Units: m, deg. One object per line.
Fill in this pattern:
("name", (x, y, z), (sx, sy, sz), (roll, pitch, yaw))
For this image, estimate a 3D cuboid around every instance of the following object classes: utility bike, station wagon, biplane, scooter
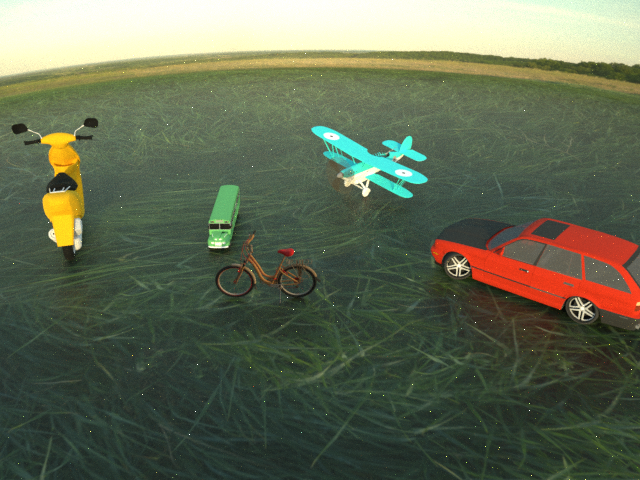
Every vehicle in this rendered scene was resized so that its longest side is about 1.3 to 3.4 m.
("utility bike", (-0.706, 0.405, 9.373), (1.435, 0.946, 0.535), (0, 27, 0))
("station wagon", (3.078, 0.235, 9.735), (3.105, 0.920, 1.327), (20, 33, 34))
("biplane", (1.062, -1.412, 12.913), (2.598, 0.981, 2.120), (24, 35, 38))
("scooter", (-4.052, -0.926, 11.065), (1.288, 1.786, 2.721), (-7, 28, -14))

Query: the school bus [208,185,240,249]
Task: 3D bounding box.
("school bus", (-1.568, -0.385, 11.492), (0.365, 0.434, 1.708), (0, 27, 0))
